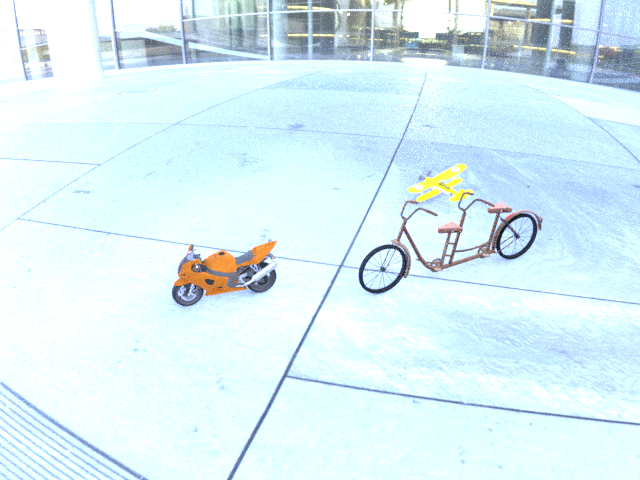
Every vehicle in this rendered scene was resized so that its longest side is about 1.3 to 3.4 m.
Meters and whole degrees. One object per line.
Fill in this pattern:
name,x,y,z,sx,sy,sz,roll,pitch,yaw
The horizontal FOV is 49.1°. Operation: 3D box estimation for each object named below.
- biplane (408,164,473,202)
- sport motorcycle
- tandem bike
biplane,2.219,-0.929,12.609,1.336,0.504,1.090,-18,33,-30
sport motorcycle,-1.308,0.450,9.691,1.520,0.821,0.506,-10,30,-18
tandem bike,1.977,-0.067,10.124,3.192,1.326,0.550,-13,31,-22
